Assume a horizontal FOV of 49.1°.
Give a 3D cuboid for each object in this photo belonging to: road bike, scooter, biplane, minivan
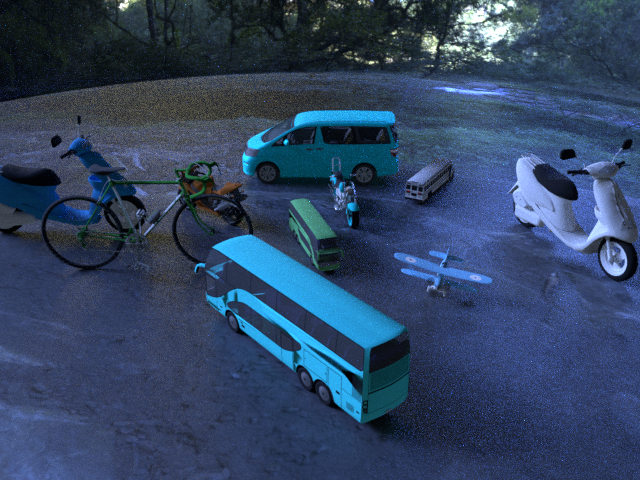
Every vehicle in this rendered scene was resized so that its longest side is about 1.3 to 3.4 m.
[{"bbox_3d":[-2.458,-0.331,9.881,3.004,1.656,0.696,-1,26,-1],"label":"road bike"},{"bbox_3d":[3.760,-0.664,10.413,1.288,1.786,2.721,-11,28,-21],"label":"scooter"},{"bbox_3d":[1.702,0.438,9.616,1.336,0.504,1.090,8,27,15],"label":"biplane"},{"bbox_3d":[-4.143,-0.934,10.967,2.721,1.786,1.288,0,26,0],"label":"scooter"},{"bbox_3d":[0.009,-1.830,13.475,3.011,1.197,1.324,1,26,2],"label":"minivan"}]

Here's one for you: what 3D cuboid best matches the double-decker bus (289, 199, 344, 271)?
[{"bbox_3d":[-0.096,-0.084,10.644,0.389,0.541,1.672,-8,27,-16],"label":"double-decker bus"}]

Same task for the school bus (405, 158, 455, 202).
[{"bbox_3d":[2.066,-1.139,12.930,0.365,0.434,1.708,14,29,26],"label":"school bus"}]

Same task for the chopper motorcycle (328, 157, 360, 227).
[{"bbox_3d":[0.423,-0.823,11.908,0.466,0.761,1.563,-5,26,-10],"label":"chopper motorcycle"}]

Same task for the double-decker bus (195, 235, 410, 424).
[{"bbox_3d":[-0.306,0.870,8.108,0.756,1.052,3.251,-19,32,-34],"label":"double-decker bus"}]

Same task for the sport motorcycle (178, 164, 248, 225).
[{"bbox_3d":[-1.852,-0.763,11.717,1.520,0.821,0.506,18,31,32],"label":"sport motorcycle"}]
